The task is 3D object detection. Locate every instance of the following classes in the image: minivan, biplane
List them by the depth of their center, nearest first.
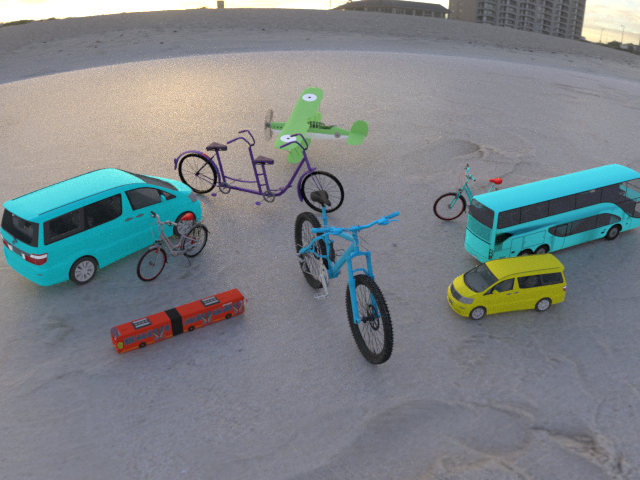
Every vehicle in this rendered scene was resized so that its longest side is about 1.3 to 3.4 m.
[{"bbox_3d":[2.501,0.602,9.412,1.548,0.616,0.681,-6,30,-10],"label":"minivan"},{"bbox_3d":[-3.196,-0.388,10.584,1.324,1.197,3.011,23,37,35],"label":"minivan"},{"bbox_3d":[-0.087,-2.173,13.988,2.120,0.981,2.598,6,30,11],"label":"biplane"}]

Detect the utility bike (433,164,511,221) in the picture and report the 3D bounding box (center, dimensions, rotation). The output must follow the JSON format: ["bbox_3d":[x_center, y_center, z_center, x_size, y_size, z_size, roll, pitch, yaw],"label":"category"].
[{"bbox_3d":[2.583,-0.707,11.410,1.435,0.946,0.535,-1,29,-2],"label":"utility bike"}]

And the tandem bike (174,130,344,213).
[{"bbox_3d":[-1.099,-1.232,11.957,3.192,1.326,0.550,10,31,17],"label":"tandem bike"}]

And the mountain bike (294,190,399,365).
[{"bbox_3d":[0.224,0.282,8.888,1.114,1.688,2.857,-12,31,-20],"label":"mountain bike"}]

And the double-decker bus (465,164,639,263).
[{"bbox_3d":[3.732,-0.414,10.779,3.251,1.052,0.756,-13,32,-22],"label":"double-decker bus"}]

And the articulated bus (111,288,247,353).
[{"bbox_3d":[-1.785,1.024,8.995,1.749,0.289,0.311,-17,33,-27],"label":"articulated bus"}]

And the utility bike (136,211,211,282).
[{"bbox_3d":[-2.079,0.009,10.133,0.535,0.946,1.435,20,35,32],"label":"utility bike"}]
